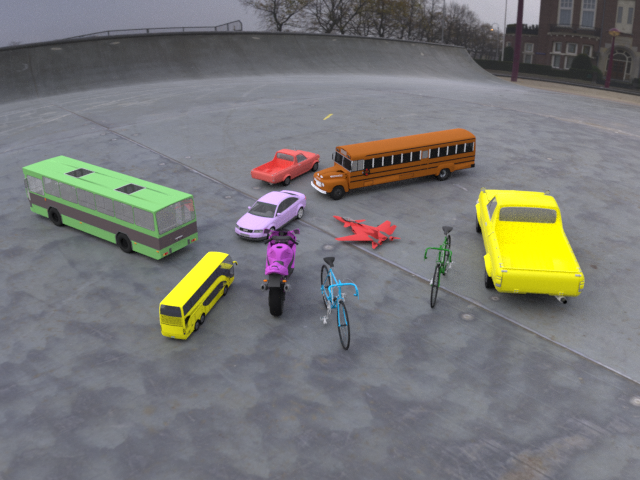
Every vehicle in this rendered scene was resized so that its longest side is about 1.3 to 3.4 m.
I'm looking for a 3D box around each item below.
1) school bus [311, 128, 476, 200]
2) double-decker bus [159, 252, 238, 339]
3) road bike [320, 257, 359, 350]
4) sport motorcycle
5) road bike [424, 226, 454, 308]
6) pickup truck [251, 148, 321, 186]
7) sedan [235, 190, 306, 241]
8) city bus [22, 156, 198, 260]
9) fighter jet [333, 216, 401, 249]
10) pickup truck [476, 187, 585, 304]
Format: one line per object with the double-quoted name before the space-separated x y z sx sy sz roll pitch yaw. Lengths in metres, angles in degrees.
"school bus" 1.421 -1.483 13.327 3.322 0.844 0.709 -12 28 -23
"double-decker bus" -1.572 0.675 9.186 0.389 0.541 1.672 7 27 14
"road bike" 0.181 0.708 8.760 0.358 0.852 1.545 -5 26 -11
"sport motorcycle" -0.544 0.383 9.470 0.506 0.821 1.520 1 26 2
"road bike" 1.673 0.298 9.612 0.358 0.852 1.545 8 27 16
"pickup truck" -0.649 -1.474 13.694 0.640 0.511 1.603 16 30 30
"sedan" -0.806 -0.471 11.638 0.635 0.483 1.613 13 29 25
"city bus" -3.441 -0.546 11.319 3.255 0.894 0.926 17 31 32
"fighter jet" 0.642 -0.258 11.422 1.147 0.286 1.358 -19 32 -34
"pickup truck" 2.997 -0.102 10.281 1.244 0.993 3.117 3 26 7
